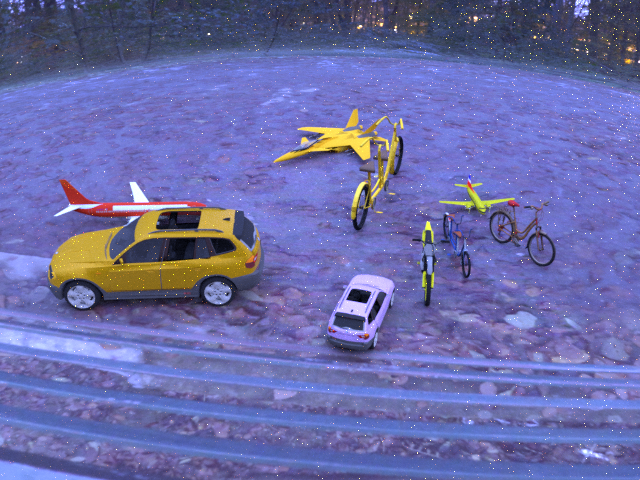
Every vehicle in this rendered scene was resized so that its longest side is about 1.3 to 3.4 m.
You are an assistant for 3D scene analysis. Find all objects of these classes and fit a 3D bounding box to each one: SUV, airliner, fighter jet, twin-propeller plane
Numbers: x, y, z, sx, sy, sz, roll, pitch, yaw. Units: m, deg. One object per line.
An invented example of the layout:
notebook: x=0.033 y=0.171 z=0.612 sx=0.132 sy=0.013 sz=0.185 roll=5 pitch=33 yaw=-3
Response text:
SUV: x=-2.337 y=0.189 z=10.070 sx=3.058 sy=1.128 sz=1.276 roll=-1 pitch=30 yaw=-3
airliner: x=-3.104 y=-0.677 z=11.881 sx=2.541 sy=0.835 sz=2.257 roll=-2 pitch=30 yaw=-3
SUV: x=0.570 y=0.879 z=9.416 sx=0.656 sy=0.580 sz=1.572 roll=9 pitch=31 yaw=16
fighter jet: x=0.089 y=-2.119 z=14.682 sx=2.640 sy=0.557 sz=2.229 roll=-22 pitch=36 yaw=-33
twin-propeller plane: x=2.778 y=-0.780 z=12.493 sx=1.370 sy=0.407 sz=1.095 roll=-3 pitch=30 yaw=-4

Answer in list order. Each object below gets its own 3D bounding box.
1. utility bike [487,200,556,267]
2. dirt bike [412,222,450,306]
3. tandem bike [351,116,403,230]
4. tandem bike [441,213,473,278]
utility bike: x=3.206 y=-0.234 z=10.995 sx=0.535 sy=0.946 sz=1.435 roll=-17 pitch=34 yaw=-27
dirt bike: x=1.577 y=0.282 z=10.181 sx=0.527 sy=0.857 sz=1.493 roll=3 pitch=30 yaw=5
tandem bike: x=1.074 y=-1.309 z=12.492 sx=0.550 sy=1.326 sz=3.192 roll=10 pitch=31 yaw=17
tandem bike: x=2.139 y=-0.054 z=10.946 sx=0.283 sy=0.682 sz=1.642 roll=-2 pitch=30 yaw=-4
